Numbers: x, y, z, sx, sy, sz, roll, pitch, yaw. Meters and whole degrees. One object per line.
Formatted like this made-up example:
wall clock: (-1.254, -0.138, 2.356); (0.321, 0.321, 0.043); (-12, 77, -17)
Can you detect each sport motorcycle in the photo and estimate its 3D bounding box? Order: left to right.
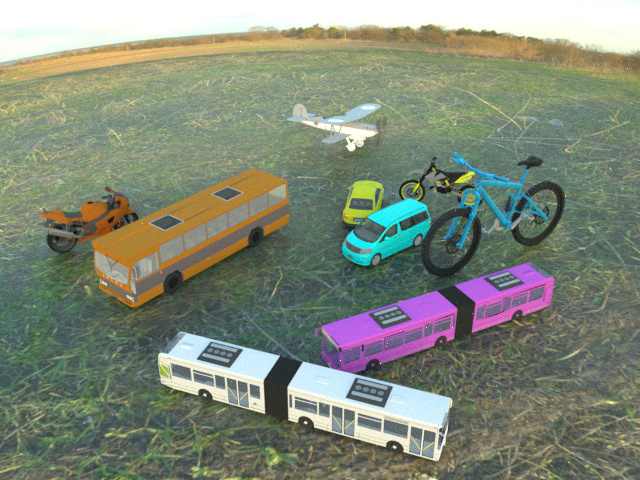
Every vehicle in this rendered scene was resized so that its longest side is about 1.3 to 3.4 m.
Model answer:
sport motorcycle: (-3.651, -0.314, 11.181); (1.520, 0.821, 0.506); (-19, 35, -29)

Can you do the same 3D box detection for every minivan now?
minivan: (1.056, -0.133, 11.071); (1.548, 0.616, 0.681); (-23, 37, -34)

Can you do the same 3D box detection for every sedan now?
sedan: (0.774, -0.707, 12.211); (0.635, 0.483, 1.613); (5, 30, 8)

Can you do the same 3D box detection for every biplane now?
biplane: (0.383, -2.453, 14.769); (2.120, 0.981, 2.598); (13, 32, 22)

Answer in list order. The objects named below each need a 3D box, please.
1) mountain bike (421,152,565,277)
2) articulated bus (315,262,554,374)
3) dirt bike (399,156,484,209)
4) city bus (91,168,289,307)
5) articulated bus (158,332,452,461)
mountain bike: (2.693, -0.448, 10.542); (2.857, 1.688, 1.114); (-17, 34, -27)
articulated bus: (1.589, 0.994, 9.150); (3.401, 0.561, 0.605); (-14, 33, -23)
dirt bike: (2.145, -0.976, 12.305); (1.493, 0.857, 0.527); (5, 30, 8)
city bus: (-1.841, -0.097, 10.726); (0.926, 0.894, 3.255); (22, 36, 33)
articulated bus: (-0.225, 1.715, 7.885); (3.401, 0.561, 0.605); (11, 31, 18)
